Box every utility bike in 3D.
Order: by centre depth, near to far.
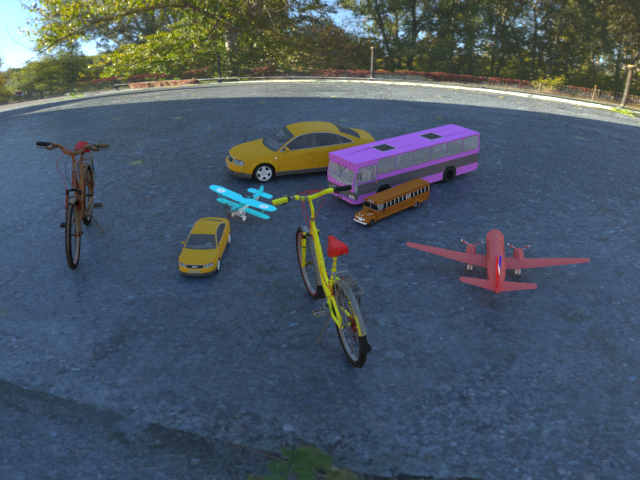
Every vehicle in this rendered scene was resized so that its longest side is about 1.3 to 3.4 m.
[{"bbox_3d":[0.004,0.340,8.736,1.039,1.839,2.791,-8,27,-16],"label":"utility bike"},{"bbox_3d":[-3.748,-0.808,11.134,1.039,1.839,2.791,-4,26,-9],"label":"utility bike"}]

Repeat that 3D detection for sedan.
[{"bbox_3d":[-1.794,0.037,10.940,0.635,0.483,1.613,1,26,3],"label":"sedan"},{"bbox_3d":[-0.383,-1.899,14.454,3.137,0.940,1.235,-7,27,-15],"label":"sedan"}]

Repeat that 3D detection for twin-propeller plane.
[{"bbox_3d":[2.581,0.202,10.237,2.663,0.792,2.129,5,26,11],"label":"twin-propeller plane"}]

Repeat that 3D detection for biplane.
[{"bbox_3d":[-1.273,-0.666,12.382,1.336,0.504,1.090,13,28,25],"label":"biplane"}]

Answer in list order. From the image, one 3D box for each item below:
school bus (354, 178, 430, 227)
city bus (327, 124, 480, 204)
[{"bbox_3d":[1.290,-0.679,12.492,1.708,0.434,0.365,-22,33,-38],"label":"school bus"},{"bbox_3d":[1.680,-1.481,13.634,3.255,0.894,0.926,-17,31,-32],"label":"city bus"}]
